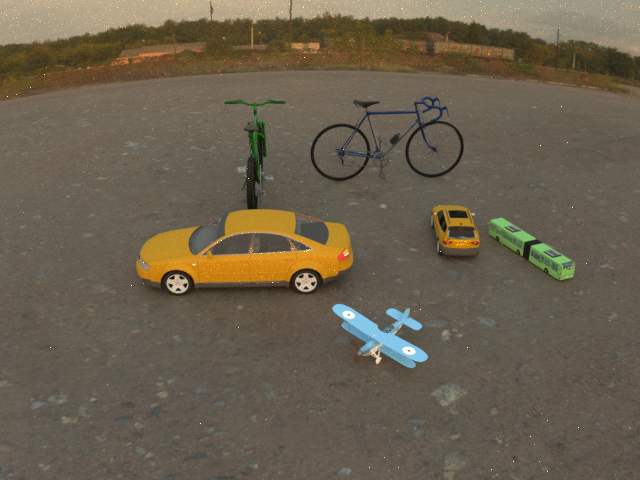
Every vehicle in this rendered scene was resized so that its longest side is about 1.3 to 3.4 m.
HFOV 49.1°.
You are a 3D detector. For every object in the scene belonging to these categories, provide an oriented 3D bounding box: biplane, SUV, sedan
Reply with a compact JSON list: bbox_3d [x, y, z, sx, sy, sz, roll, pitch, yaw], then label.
[{"bbox_3d":[0.802,1.167,8.534,1.336,0.504,1.090,20,33,34],"label":"biplane"},{"bbox_3d":[2.173,-0.242,11.253,0.656,0.580,1.572,1,27,2],"label":"SUV"},{"bbox_3d":[-1.087,0.106,10.160,3.137,0.940,1.235,-1,27,-2],"label":"sedan"}]

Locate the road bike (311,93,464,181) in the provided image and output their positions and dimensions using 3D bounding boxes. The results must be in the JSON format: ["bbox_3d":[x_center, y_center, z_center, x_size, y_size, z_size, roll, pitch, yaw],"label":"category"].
[{"bbox_3d":[1.313,-1.942,13.438,3.004,1.656,0.696,-3,27,-5],"label":"road bike"}]

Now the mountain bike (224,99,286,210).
[{"bbox_3d":[-1.166,-1.536,12.596,1.114,1.688,2.857,-1,27,-1],"label":"mountain bike"}]

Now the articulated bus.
[{"bbox_3d":[3.243,0.112,10.873,0.311,0.289,1.749,-12,29,-22],"label":"articulated bus"}]
